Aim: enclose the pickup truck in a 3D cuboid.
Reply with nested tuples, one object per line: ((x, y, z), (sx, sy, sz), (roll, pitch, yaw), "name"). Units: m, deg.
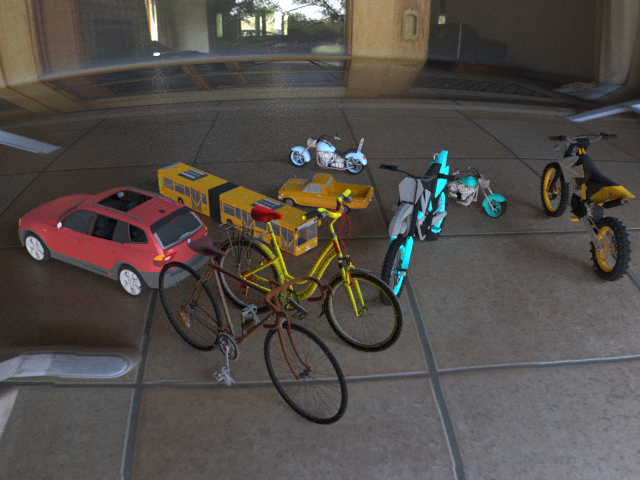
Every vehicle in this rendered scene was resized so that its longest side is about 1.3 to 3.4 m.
((0.097, -0.831, 11.971), (1.603, 0.511, 0.640), (8, 29, 14), "pickup truck")

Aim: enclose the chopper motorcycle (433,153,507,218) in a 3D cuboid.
((2.493, -0.927, 11.885), (0.466, 0.761, 1.563), (-24, 36, -37), "chopper motorcycle")

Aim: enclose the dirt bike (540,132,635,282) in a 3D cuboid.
((3.930, -0.677, 10.458), (1.024, 1.666, 2.903), (-3, 28, -5), "dirt bike")

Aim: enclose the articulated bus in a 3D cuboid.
((-1.418, -0.565, 11.421), (3.401, 0.561, 0.605), (23, 36, 36), "articulated bus")

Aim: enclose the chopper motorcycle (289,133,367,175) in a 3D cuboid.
((0.141, -1.665, 13.266), (1.563, 0.761, 0.466), (11, 30, 20), "chopper motorcycle")

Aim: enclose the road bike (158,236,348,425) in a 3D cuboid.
((-0.850, 0.862, 7.589), (3.004, 1.656, 0.697), (23, 36, 36), "road bike")

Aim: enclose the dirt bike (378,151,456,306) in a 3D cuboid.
((1.399, -0.331, 9.811), (1.024, 1.666, 2.903), (12, 30, 21), "dirt bike")

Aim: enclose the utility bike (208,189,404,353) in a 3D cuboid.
((-0.202, 0.255, 8.530), (2.791, 1.839, 1.039), (15, 32, 26), "utility bike")

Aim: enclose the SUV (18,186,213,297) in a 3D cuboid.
((-3.002, -0.167, 10.075), (3.058, 1.128, 1.276), (15, 32, 26), "SUV")
